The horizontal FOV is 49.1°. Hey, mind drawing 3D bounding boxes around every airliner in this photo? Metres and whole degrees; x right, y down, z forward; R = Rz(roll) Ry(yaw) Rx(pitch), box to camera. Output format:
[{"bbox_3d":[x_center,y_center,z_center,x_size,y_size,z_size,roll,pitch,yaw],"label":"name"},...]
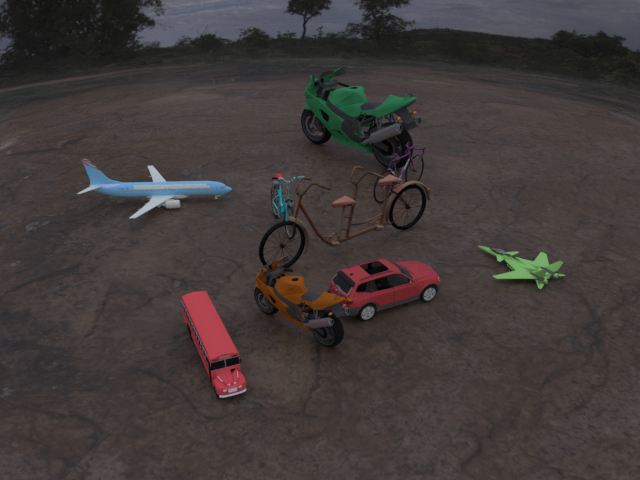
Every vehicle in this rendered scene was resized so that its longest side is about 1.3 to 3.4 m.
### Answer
[{"bbox_3d":[-2.814,-1.048,12.120,2.541,0.835,2.257,-2,28,-4],"label":"airliner"}]

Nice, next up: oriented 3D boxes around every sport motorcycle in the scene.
[{"bbox_3d":[-0.282,0.764,8.697,1.520,0.821,0.506,23,35,36],"label":"sport motorcycle"},{"bbox_3d":[0.695,-2.433,13.931,2.955,1.596,0.983,24,36,38],"label":"sport motorcycle"}]

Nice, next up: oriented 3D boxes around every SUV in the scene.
[{"bbox_3d":[0.875,0.564,9.334,1.572,0.580,0.656,-14,31,-24],"label":"SUV"}]

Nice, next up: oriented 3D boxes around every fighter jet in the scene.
[{"bbox_3d":[2.845,0.261,10.224,1.147,0.286,1.358,-21,34,-34],"label":"fighter jet"}]

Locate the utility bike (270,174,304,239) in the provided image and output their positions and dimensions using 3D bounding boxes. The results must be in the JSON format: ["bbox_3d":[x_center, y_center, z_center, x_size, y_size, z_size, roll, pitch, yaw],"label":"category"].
[{"bbox_3d":[-0.555,-0.664,11.273,0.535,0.946,1.435,-9,29,-16],"label":"utility bike"}]

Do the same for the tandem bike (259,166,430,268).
[{"bbox_3d":[0.464,-0.465,10.487,3.192,1.326,0.550,-18,33,-30],"label":"tandem bike"}]

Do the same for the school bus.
[{"bbox_3d":[-1.271,1.207,8.271,0.365,0.434,1.708,-11,30,-20],"label":"school bus"}]

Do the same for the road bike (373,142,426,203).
[{"bbox_3d":[1.418,-1.205,12.400,0.358,0.852,1.545,22,35,35],"label":"road bike"}]
